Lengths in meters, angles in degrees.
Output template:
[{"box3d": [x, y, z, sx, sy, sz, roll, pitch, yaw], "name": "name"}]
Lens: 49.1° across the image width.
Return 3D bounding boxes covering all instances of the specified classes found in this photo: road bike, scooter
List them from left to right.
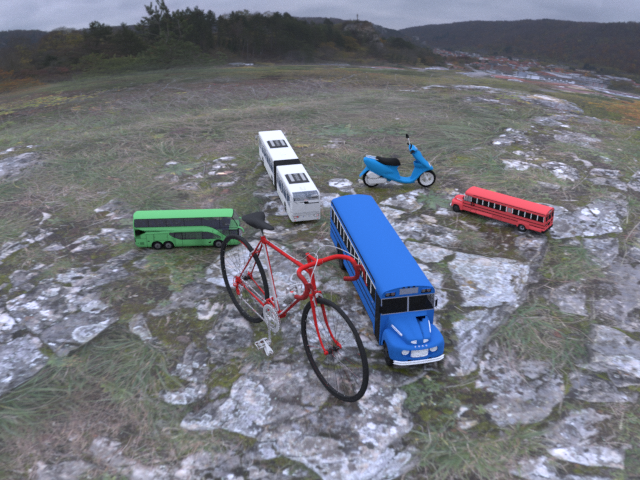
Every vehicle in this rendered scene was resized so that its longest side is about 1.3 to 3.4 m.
[{"box3d": [-0.405, 0.601, 7.935, 0.697, 1.656, 3.004, -18, 32, -32], "name": "road bike"}, {"box3d": [1.420, -1.385, 12.656, 1.399, 0.919, 0.662, 0, 27, 0], "name": "scooter"}]

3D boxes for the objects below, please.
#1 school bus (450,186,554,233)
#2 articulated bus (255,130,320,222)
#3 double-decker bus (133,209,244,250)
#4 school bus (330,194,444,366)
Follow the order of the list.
[{"box3d": [2.952, -0.519, 11.488, 1.708, 0.434, 0.365, 20, 33, 34], "name": "school bus"}, {"box3d": [-0.618, -1.248, 12.780, 0.605, 0.561, 3.401, -6, 28, -12], "name": "articulated bus"}, {"box3d": [-1.988, -0.178, 10.697, 1.672, 0.541, 0.389, -2, 27, -3], "name": "double-decker bus"}, {"box3d": [0.802, 0.417, 9.193, 0.709, 0.844, 3.322, -5, 27, -10], "name": "school bus"}]
